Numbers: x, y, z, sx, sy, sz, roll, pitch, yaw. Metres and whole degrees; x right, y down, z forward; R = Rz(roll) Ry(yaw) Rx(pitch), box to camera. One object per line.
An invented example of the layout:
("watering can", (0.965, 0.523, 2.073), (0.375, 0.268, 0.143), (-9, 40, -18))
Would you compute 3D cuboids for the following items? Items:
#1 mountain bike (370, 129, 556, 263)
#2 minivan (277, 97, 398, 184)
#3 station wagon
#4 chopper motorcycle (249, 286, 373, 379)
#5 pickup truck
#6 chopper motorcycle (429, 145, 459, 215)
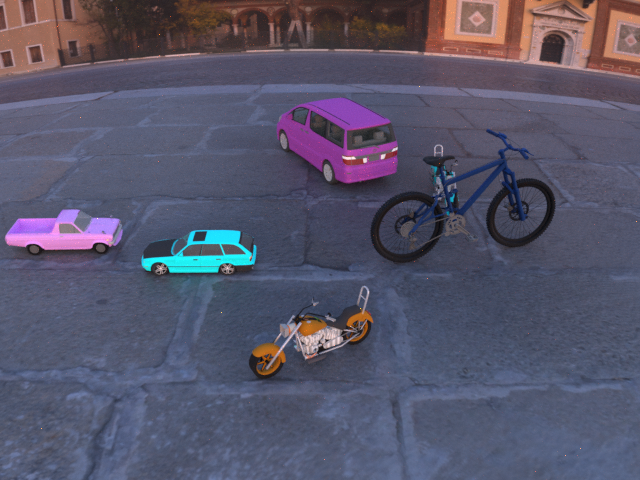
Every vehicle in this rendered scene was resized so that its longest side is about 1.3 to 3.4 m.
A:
("mountain bike", (2.084, -0.544, 9.882), (2.857, 1.688, 1.114), (-7, 29, -13))
("minivan", (0.231, -2.015, 13.143), (1.324, 1.197, 3.011), (-14, 31, -25))
("station wagon", (-1.709, 0.149, 9.874), (1.597, 0.473, 0.682), (-1, 28, -1))
("chopper motorcycle", (-0.079, 1.035, 7.919), (1.563, 0.761, 0.466), (-15, 32, -26))
("pickup truck", (-3.782, -0.146, 10.384), (1.603, 0.511, 0.640), (-1, 28, -2))
("chopper motorcycle", (2.089, -0.986, 11.686), (0.466, 0.761, 1.563), (-1, 28, -3))
